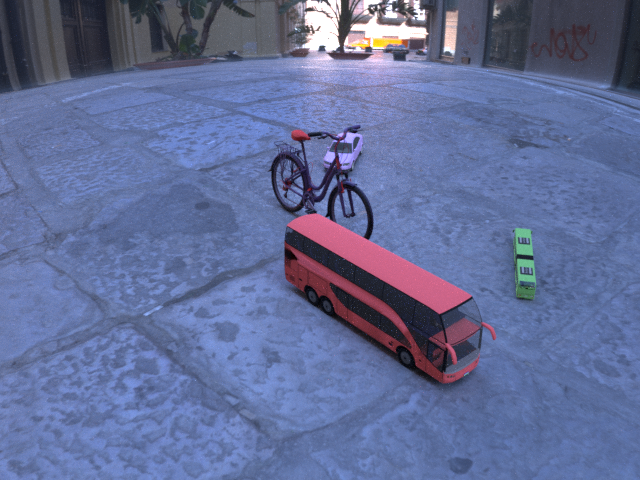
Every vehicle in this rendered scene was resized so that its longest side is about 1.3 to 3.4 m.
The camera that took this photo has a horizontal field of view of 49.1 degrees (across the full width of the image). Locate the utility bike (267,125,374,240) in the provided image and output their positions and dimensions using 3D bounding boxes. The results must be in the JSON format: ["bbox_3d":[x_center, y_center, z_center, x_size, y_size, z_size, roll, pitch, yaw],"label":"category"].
[{"bbox_3d":[0.024,-1.095,11.591,1.039,1.839,2.791,-21,35,-33],"label":"utility bike"}]

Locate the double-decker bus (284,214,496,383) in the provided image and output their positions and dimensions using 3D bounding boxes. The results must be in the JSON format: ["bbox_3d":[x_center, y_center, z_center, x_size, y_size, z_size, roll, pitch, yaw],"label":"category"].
[{"bbox_3d":[0.743,0.693,9.124,0.756,1.052,3.251,-22,35,-35],"label":"double-decker bus"}]

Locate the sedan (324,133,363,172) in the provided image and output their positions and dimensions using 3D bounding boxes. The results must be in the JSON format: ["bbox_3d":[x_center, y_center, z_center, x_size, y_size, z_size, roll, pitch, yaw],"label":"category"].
[{"bbox_3d":[0.491,-1.864,14.427,0.635,0.483,1.613,7,29,12],"label":"sedan"}]

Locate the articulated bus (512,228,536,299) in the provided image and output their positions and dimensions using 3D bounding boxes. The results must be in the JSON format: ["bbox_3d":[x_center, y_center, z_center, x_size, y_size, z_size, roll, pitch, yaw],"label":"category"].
[{"bbox_3d":[3.089,0.325,10.602,0.311,0.289,1.749,6,29,11],"label":"articulated bus"}]
